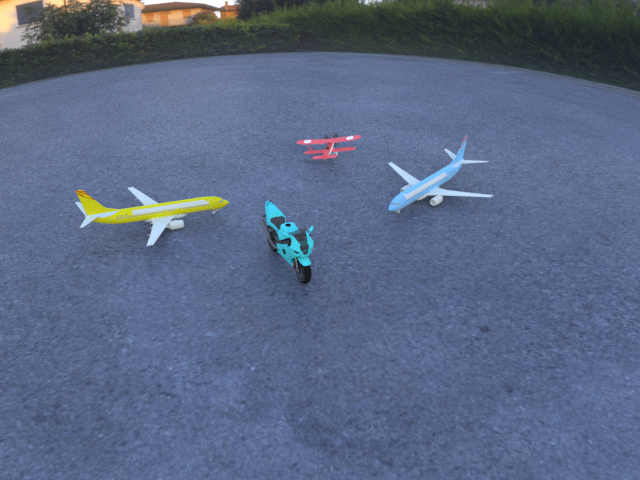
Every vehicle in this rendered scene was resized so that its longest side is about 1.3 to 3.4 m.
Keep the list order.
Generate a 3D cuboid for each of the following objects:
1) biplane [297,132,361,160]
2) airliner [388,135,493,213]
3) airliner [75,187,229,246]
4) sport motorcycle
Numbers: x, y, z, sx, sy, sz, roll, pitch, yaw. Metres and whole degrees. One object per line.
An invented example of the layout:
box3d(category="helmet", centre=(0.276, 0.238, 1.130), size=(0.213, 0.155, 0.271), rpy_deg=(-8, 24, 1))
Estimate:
box3d(category="biplane", centre=(0.148, -1.859, 14.326), size=(1.336, 0.504, 1.090), rpy_deg=(5, 30, 8))
box3d(category="airliner", centre=(2.031, -1.202, 12.840), size=(2.257, 0.835, 2.541), rpy_deg=(23, 37, 35))
box3d(category="airliner", centre=(-2.797, -0.649, 11.871), size=(2.541, 0.835, 2.257), rpy_deg=(-11, 31, -18))
box3d(category="sport motorcycle", centre=(-0.494, 0.024, 10.704), size=(0.506, 0.821, 1.520), rpy_deg=(-14, 32, -23))
